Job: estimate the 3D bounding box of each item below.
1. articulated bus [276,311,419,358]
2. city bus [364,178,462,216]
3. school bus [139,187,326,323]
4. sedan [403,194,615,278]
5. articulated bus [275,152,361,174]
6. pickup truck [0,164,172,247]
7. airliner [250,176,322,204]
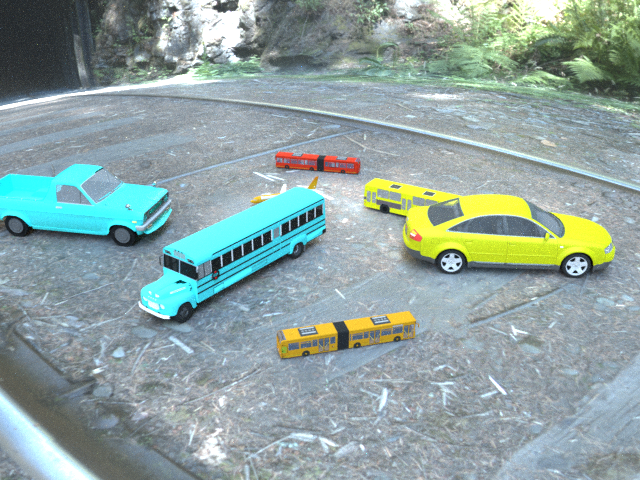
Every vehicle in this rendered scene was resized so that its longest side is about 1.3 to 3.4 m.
[{"bbox_3d":[0.345,1.161,8.615,1.749,0.289,0.311,-7,27,-14],"label":"articulated bus"},{"bbox_3d":[1.594,-0.650,12.143,1.674,0.460,0.476,15,30,28],"label":"city bus"},{"bbox_3d":[-1.171,0.134,10.092,0.709,0.844,3.322,19,32,33],"label":"school bus"},{"bbox_3d":[2.827,-0.137,10.540,3.137,0.940,1.235,2,26,4],"label":"sedan"},{"bbox_3d":[-0.058,-1.572,14.236,1.749,0.289,0.311,6,27,12],"label":"articulated bus"},{"bbox_3d":[-4.085,-0.679,11.595,3.117,0.993,1.244,5,26,11],"label":"pickup truck"},{"bbox_3d":[-0.626,-0.882,12.655,1.307,0.429,1.161,-8,27,-16],"label":"airliner"}]
